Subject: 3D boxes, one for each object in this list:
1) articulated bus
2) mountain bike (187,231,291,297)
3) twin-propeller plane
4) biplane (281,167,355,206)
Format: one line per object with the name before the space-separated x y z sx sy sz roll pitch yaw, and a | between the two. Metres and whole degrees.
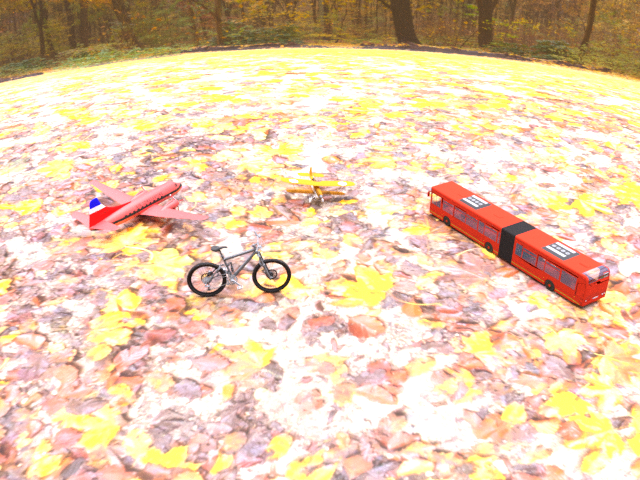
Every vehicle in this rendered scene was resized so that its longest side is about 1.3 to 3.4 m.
articulated bus | 2.936 -0.046 10.887 0.605 0.561 3.401 -17 34 -27
mountain bike | -1.136 0.399 9.804 1.469 0.868 0.573 -3 30 -6
twin-propeller plane | -3.055 -0.670 11.743 2.663 0.792 2.129 17 34 27
biplane | -0.065 -0.984 12.577 1.336 0.504 1.090 -6 30 -10
